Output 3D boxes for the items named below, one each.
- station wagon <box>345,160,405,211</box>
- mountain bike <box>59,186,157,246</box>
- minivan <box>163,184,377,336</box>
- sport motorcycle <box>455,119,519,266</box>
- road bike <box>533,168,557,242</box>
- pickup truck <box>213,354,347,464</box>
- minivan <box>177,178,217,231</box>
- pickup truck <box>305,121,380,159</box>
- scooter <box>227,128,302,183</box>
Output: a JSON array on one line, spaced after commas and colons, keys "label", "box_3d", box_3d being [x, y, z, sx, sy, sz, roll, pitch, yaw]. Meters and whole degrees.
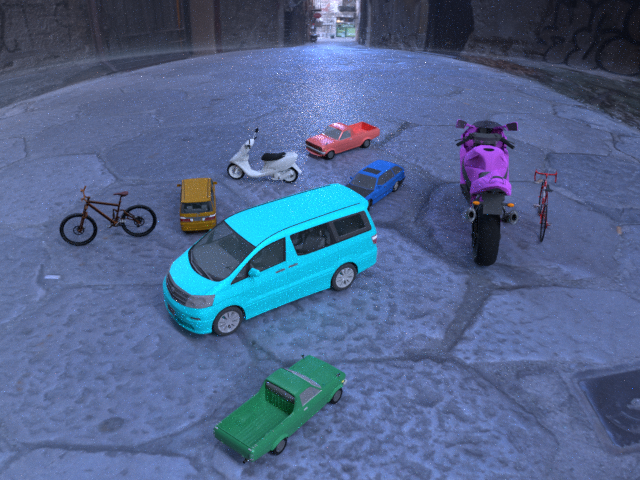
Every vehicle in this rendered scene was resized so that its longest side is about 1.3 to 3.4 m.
[{"label": "station wagon", "box_3d": [0.891, -0.997, 12.349, 0.682, 0.473, 1.597, 19, 35, 30]}, {"label": "mountain bike", "box_3d": [-3.294, -0.367, 10.854, 1.469, 0.868, 0.573, -9, 31, -16]}, {"label": "minivan", "box_3d": [-0.663, 0.198, 9.539, 3.011, 1.197, 1.324, -19, 35, -29]}, {"label": "sport motorcycle", "box_3d": [2.575, -0.843, 10.952, 0.983, 1.596, 2.955, 4, 30, 7]}, {"label": "road bike", "box_3d": [3.606, -0.599, 11.275, 0.358, 0.852, 1.545, 7, 31, 12]}, {"label": "pickup truck", "box_3d": [-0.393, 1.743, 7.535, 0.640, 0.511, 1.603, 22, 36, 33]}, {"label": "minivan", "box_3d": [-2.042, -0.697, 11.683, 0.681, 0.616, 1.548, -4, 30, -7]}, {"label": "pickup truck", "box_3d": [0.467, -2.102, 14.237, 1.603, 0.511, 0.640, -22, 36, -33]}, {"label": "scooter", "box_3d": [-1.035, -1.495, 12.768, 1.399, 0.919, 0.662, 4, 30, 7]}]
